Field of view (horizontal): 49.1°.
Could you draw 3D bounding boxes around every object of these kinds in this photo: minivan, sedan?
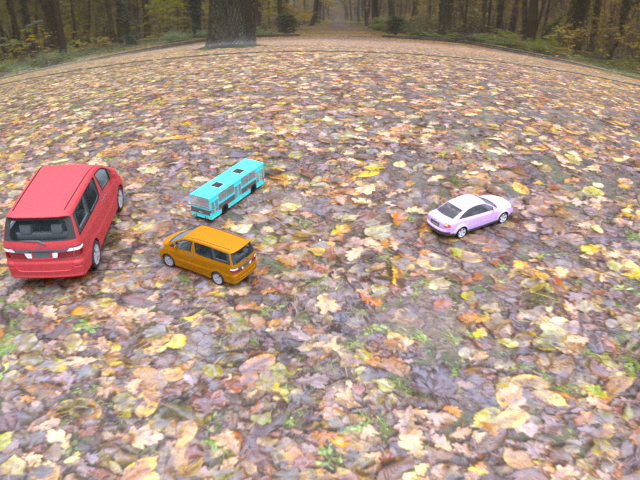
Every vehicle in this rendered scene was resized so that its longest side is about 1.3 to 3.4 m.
[{"bbox_3d":[-3.958,-0.539,11.045,1.324,1.197,3.011,-1,31,-2],"label":"minivan"},{"bbox_3d":[-1.708,0.152,10.454,1.548,0.616,0.681,17,35,27],"label":"minivan"},{"bbox_3d":[2.518,-0.485,11.650,1.613,0.483,0.635,-18,35,-27],"label":"sedan"}]

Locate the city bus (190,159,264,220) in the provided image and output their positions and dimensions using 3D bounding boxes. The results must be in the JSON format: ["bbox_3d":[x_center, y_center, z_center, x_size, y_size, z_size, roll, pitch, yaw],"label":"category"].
[{"bbox_3d":[-1.604,-0.895,12.361,0.476,0.460,1.674,16,34,24],"label":"city bus"}]
